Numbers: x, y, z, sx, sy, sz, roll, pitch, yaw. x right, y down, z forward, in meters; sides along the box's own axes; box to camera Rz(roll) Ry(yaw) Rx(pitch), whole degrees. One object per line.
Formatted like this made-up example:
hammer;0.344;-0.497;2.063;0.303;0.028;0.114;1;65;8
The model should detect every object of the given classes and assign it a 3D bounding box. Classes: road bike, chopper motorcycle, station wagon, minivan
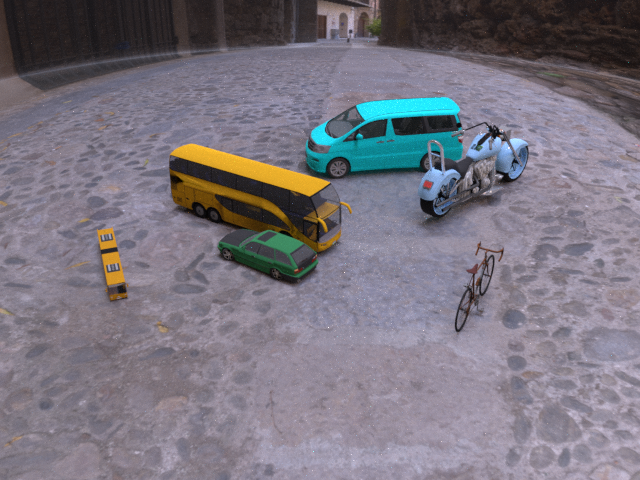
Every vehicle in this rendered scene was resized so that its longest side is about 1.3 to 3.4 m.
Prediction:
road bike;2.093;0.588;9.341;0.358;0.852;1.545;16;34;25
chopper motorcycle;2.769;-1.391;12.148;3.040;1.480;0.906;-26;39;-37
station wagon;-0.812;0.136;10.505;1.597;0.473;0.682;19;35;30
minivan;1.220;-2.021;13.526;3.011;1.197;1.324;-5;30;-8

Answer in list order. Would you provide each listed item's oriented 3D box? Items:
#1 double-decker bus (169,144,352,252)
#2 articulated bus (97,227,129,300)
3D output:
double-decker bus;-1.062;-0.704;11.384;3.251;1.052;0.756;18;35;28
articulated bus;-3.094;0.317;10.375;0.311;0.289;1.749;-10;32;-17
